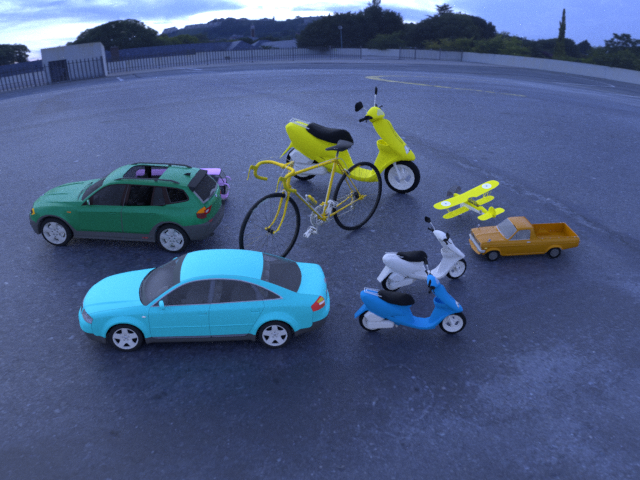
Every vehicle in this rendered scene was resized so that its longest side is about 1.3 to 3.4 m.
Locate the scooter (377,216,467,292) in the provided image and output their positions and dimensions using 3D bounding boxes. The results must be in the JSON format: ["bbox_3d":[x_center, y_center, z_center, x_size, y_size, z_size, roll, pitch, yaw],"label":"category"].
[{"bbox_3d":[1.454,0.230,9.723,1.399,0.919,0.662,-10,28,-19],"label":"scooter"}]

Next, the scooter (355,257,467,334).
[{"bbox_3d":[1.134,0.757,8.670,1.399,0.919,0.662,1,27,3],"label":"scooter"}]

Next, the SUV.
[{"bbox_3d":[-3.063,-0.604,11.154,3.058,1.128,1.276,3,27,6],"label":"SUV"}]

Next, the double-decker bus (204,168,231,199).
[{"bbox_3d":[-2.446,-0.991,12.584,1.672,0.541,0.389,-1,27,-2],"label":"double-decker bus"}]

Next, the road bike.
[{"bbox_3d":[-0.052,-0.638,10.633,3.004,1.656,0.696,-23,35,-38],"label":"road bike"}]

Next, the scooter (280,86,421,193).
[{"bbox_3d":[0.538,-1.824,12.856,2.721,1.786,1.288,9,28,17],"label":"scooter"}]

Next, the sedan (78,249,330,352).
[{"bbox_3d":[-1.444,0.674,8.812,3.137,0.940,1.235,-1,27,-2],"label":"sedan"}]

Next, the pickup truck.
[{"bbox_3d":[3.129,-0.058,10.754,1.603,0.511,0.640,-3,27,-6],"label":"pickup truck"}]

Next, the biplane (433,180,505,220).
[{"bbox_3d":[2.568,-0.577,11.798,1.336,0.504,1.090,-15,30,-27],"label":"biplane"}]
